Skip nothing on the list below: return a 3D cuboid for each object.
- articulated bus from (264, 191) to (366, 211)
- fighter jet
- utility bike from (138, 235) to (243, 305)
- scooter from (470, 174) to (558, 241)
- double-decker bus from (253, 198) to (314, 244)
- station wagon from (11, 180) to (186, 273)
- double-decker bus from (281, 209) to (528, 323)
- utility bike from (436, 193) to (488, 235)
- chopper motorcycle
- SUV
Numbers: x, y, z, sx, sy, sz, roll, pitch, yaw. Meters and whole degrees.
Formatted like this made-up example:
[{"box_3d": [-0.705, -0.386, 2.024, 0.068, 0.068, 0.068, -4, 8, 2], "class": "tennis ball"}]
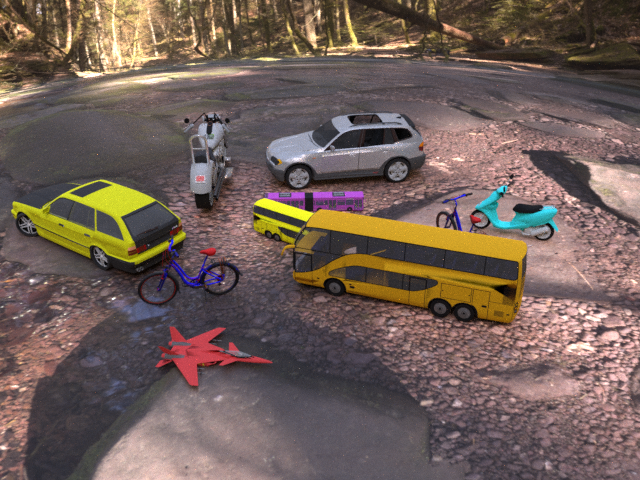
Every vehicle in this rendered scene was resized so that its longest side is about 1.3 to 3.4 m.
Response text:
[{"box_3d": [-0.094, -0.667, 12.183, 1.749, 0.289, 0.311, -1, 28, -2], "class": "articulated bus"}, {"box_3d": [-1.237, 1.335, 8.413, 1.358, 0.286, 1.147, 4, 28, 8], "class": "fighter jet"}, {"box_3d": [-1.733, 0.438, 9.401, 1.435, 0.946, 0.535, -9, 29, -16], "class": "utility bike"}, {"box_3d": [3.124, -0.500, 11.197, 1.399, 0.919, 0.662, 12, 30, 22], "class": "scooter"}, {"box_3d": [-0.329, -0.188, 11.012, 1.672, 0.541, 0.389, 19, 33, 31], "class": "double-decker bus"}, {"box_3d": [-3.583, -0.413, 11.031, 3.105, 0.920, 1.327, 18, 33, 31], "class": "station wagon"}, {"box_3d": [1.107, 0.317, 9.516, 3.251, 1.052, 0.756, 10, 30, 18], "class": "double-decker bus"}, {"box_3d": [2.137, -0.172, 10.549, 0.535, 0.946, 1.435, -13, 31, -23], "class": "utility bike"}, {"box_3d": [-1.999, -1.681, 12.824, 0.906, 1.480, 3.040, -1, 28, -1], "class": "chopper motorcycle"}, {"box_3d": [0.486, -1.777, 13.381, 3.058, 1.128, 1.276, -5, 28, -9], "class": "SUV"}]
